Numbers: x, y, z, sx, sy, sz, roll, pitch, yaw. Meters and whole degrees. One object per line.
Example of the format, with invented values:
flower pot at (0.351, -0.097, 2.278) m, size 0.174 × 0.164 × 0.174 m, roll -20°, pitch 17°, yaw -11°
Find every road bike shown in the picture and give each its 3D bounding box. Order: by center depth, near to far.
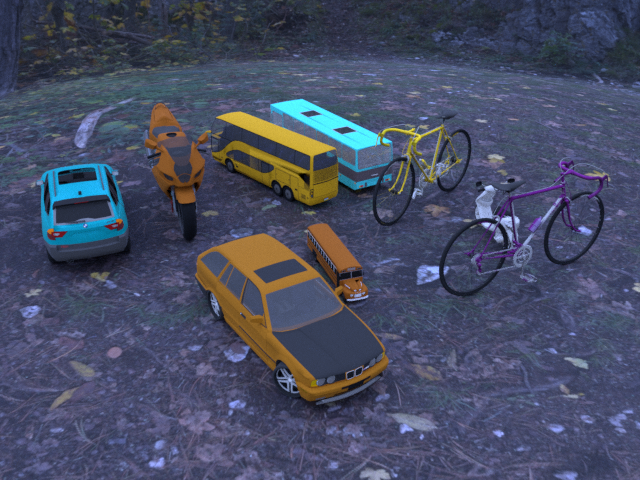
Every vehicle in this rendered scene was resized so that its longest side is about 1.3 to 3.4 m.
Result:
road bike at (2.891, -0.182, 9.689) m, size 3.004 × 1.656 × 0.696 m, roll -14°, pitch 31°, yaw -25°
road bike at (1.814, -1.325, 11.882) m, size 0.696 × 1.656 × 3.004 m, roll 22°, pitch 35°, yaw 35°

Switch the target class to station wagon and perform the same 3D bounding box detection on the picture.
station wagon at (-0.441, 0.791, 8.617) m, size 1.327 × 0.920 × 3.105 m, roll -17°, pitch 32°, yaw -29°

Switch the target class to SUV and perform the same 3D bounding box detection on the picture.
SUV at (-3.809, -0.663, 11.183) m, size 1.276 × 1.128 × 3.058 m, roll -10°, pitch 29°, yaw -18°

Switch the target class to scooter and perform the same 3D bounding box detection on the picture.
scooter at (2.781, -0.459, 11.017) m, size 0.662 × 0.919 × 1.399 m, roll -6°, pitch 28°, yaw -11°

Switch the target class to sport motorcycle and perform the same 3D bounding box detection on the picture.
sport motorcycle at (-2.445, -1.224, 11.753) m, size 0.983 × 1.596 × 2.955 m, roll -9°, pitch 29°, yaw -16°

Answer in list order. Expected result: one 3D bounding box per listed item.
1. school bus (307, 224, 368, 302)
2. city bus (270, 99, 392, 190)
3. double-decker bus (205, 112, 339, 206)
school bus at (0.239, 0.310, 10.066) m, size 0.365 × 0.434 × 1.708 m, roll -9°, pitch 29°, yaw -17°
city bus at (0.134, -1.911, 13.830) m, size 0.926 × 0.894 × 3.255 m, roll -16°, pitch 32°, yaw -28°
double-decker bus at (-0.951, -1.585, 13.033) m, size 0.756 × 1.052 × 3.251 m, roll -22°, pitch 35°, yaw -36°
